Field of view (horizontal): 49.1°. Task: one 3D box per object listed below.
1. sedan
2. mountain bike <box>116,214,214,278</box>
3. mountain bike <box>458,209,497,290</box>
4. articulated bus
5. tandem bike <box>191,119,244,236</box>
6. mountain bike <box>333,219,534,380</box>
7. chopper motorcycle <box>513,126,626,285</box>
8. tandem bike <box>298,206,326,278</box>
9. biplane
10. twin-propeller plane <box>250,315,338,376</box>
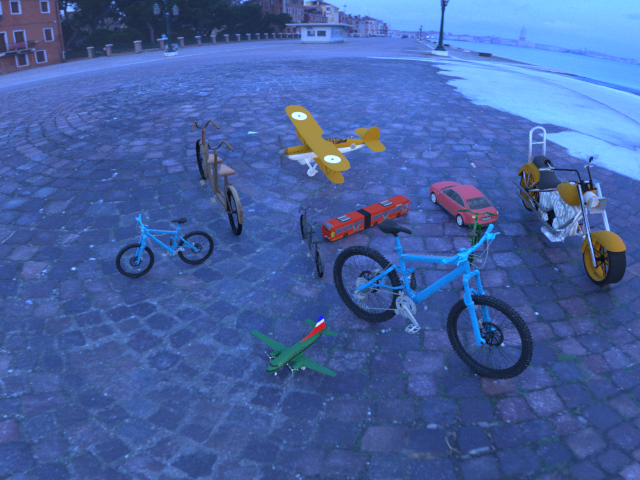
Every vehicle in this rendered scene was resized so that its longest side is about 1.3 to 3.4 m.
[{"bbox_3d":[2.461,-0.703,12.113,0.635,0.483,1.613,-10,31,-18],"label":"sedan"},{"bbox_3d":[-2.289,0.073,10.328,1.469,0.868,0.573,-13,32,-21],"label":"mountain bike"},{"bbox_3d":[2.245,0.086,10.305,0.573,0.868,1.469,8,30,14],"label":"mountain bike"},{"bbox_3d":[0.795,-0.379,11.731,1.749,0.289,0.311,-21,35,-32],"label":"articulated bus"},{"bbox_3d":[-1.805,-1.207,12.150,0.550,1.326,3.192,-11,31,-18],"label":"tandem bike"},{"bbox_3d":[1.289,0.601,8.541,2.857,1.688,1.114,22,36,34],"label":"mountain bike"},{"bbox_3d":[3.885,-0.601,10.909,0.906,1.480,3.040,-5,30,-9],"label":"chopper motorcycle"},{"bbox_3d":[-0.135,-0.043,10.727,0.283,0.682,1.642,-6,30,-11],"label":"tandem bike"},{"bbox_3d":[0.215,-1.791,13.551,2.120,0.981,2.598,-11,31,-19],"label":"biplane"},{"bbox_3d":[-0.282,1.304,8.597,1.370,0.407,1.095,22,36,34],"label":"twin-propeller plane"}]
